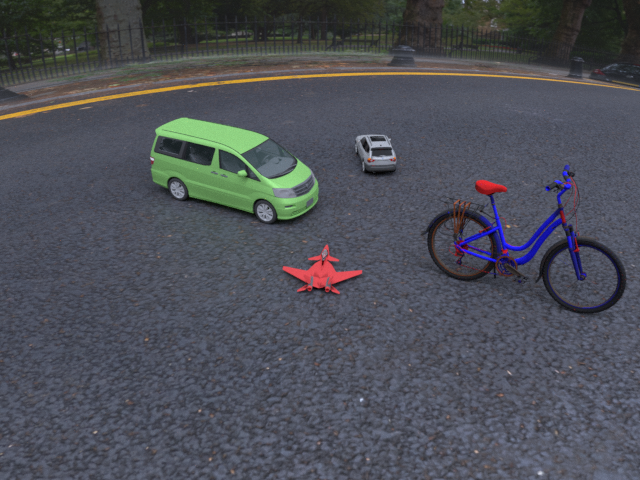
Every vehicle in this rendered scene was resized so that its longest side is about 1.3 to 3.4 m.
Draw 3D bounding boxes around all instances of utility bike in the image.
[{"bbox_3d":[2.706,-0.128,9.349,2.791,1.839,1.039,16,32,27],"label":"utility bike"}]

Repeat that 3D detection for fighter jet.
[{"bbox_3d":[0.043,0.319,10.152,1.147,0.286,1.358,3,29,5],"label":"fighter jet"}]

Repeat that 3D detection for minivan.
[{"bbox_3d":[-1.479,-1.249,12.082,3.011,1.197,1.324,15,32,25],"label":"minivan"}]

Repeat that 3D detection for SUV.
[{"bbox_3d":[1.091,-1.790,13.720,0.656,0.580,1.572,-3,29,-5],"label":"SUV"}]
